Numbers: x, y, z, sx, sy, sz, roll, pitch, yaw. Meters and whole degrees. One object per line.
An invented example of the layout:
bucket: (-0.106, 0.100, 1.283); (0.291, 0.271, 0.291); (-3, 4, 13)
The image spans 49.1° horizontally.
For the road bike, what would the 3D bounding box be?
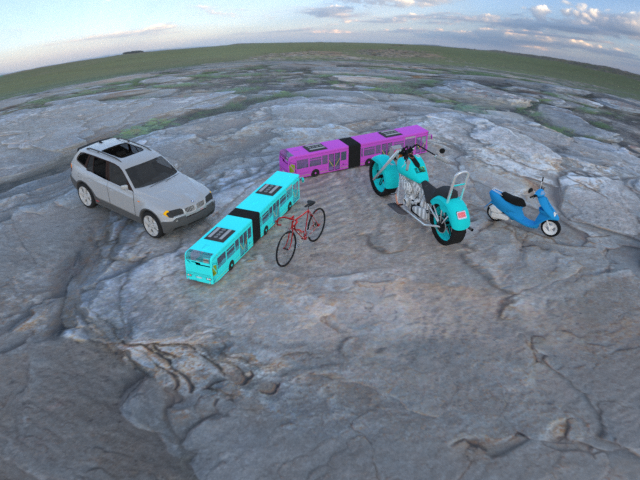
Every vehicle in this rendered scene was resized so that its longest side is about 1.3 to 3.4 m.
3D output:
road bike: (-0.298, -0.167, 11.422); (0.358, 0.852, 1.545); (16, 33, 26)

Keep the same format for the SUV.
SUV: (-3.282, -1.047, 12.721); (3.058, 1.128, 1.276); (21, 35, 33)

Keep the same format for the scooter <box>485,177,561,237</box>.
scooter: (3.540, -0.617, 12.162); (1.399, 0.919, 0.662); (19, 34, 31)

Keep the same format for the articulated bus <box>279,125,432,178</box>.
articulated bus: (0.785, -1.876, 14.797); (3.401, 0.561, 0.605); (-14, 32, -23)

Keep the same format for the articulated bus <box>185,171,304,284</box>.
articulated bus: (-1.208, -0.309, 11.975); (0.605, 0.561, 3.401); (11, 31, 19)

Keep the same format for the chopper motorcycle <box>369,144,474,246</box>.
chopper motorcycle: (1.683, -1.037, 12.340); (0.906, 1.480, 3.040); (-12, 31, -21)
